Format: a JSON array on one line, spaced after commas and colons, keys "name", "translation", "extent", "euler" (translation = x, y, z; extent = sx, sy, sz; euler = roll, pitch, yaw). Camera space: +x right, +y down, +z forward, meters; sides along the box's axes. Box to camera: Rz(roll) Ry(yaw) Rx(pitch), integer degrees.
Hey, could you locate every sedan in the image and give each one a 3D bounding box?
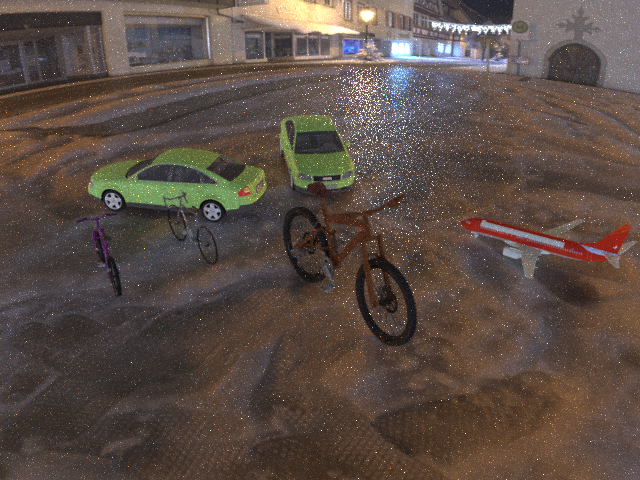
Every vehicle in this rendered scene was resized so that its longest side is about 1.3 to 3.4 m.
[{"name": "sedan", "translation": [-0.101, -1.796, 13.492], "extent": [1.235, 0.940, 3.137], "euler": [-4, 27, -8]}, {"name": "sedan", "translation": [-2.486, -1.051, 12.044], "extent": [3.137, 0.940, 1.235], "euler": [6, 28, 12]}]

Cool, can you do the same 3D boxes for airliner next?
[{"name": "airliner", "translation": [3.274, -0.149, 10.404], "extent": [2.541, 0.835, 2.257], "euler": [18, 33, 32]}]

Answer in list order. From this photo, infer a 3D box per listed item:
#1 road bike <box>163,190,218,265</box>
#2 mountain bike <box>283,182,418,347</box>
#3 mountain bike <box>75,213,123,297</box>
[{"name": "road bike", "translation": [-1.937, -0.206, 10.497], "extent": [0.358, 0.852, 1.545], "euler": [-19, 33, -33]}, {"name": "mountain bike", "translation": [0.285, 0.143, 8.905], "extent": [1.114, 1.688, 2.857], "euler": [-17, 32, -29]}, {"name": "mountain bike", "translation": [-2.993, 0.170, 9.749], "extent": [0.573, 0.868, 1.469], "euler": [-14, 30, -25]}]
